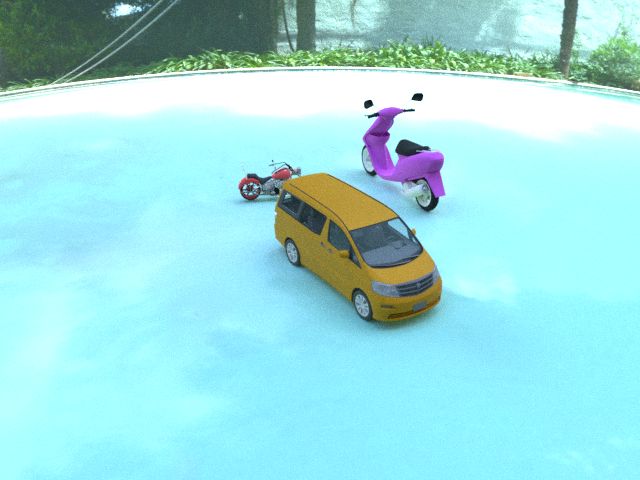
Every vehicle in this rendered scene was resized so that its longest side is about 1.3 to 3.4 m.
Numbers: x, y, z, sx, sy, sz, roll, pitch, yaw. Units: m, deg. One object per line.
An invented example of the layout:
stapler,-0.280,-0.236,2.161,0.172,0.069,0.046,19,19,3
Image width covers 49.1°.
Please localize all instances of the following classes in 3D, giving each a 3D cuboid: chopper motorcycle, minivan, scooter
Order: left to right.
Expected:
chopper motorcycle,-0.740,-1.121,12.989,1.563,0.761,0.466,-5,27,-10
minivan,0.494,0.029,10.206,1.324,1.197,3.011,-16,31,-29
scooter,1.500,-1.721,13.040,1.288,1.786,2.721,-13,29,-23
